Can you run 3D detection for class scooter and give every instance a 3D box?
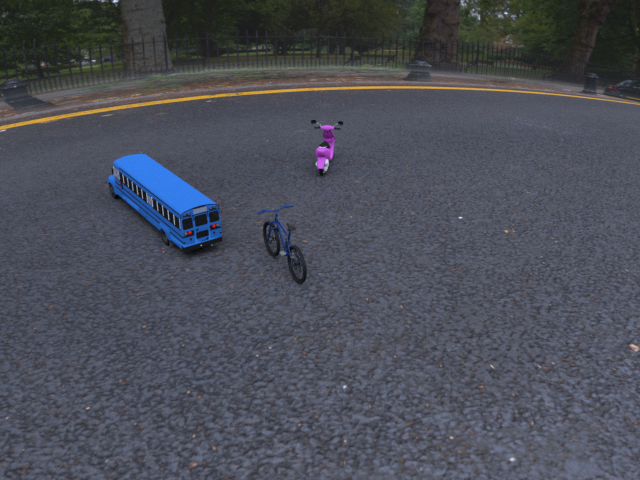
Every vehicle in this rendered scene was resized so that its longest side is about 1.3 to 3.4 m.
[{"bbox_3d":[0.118,-1.917,14.128,0.662,0.919,1.399,4,27,8],"label":"scooter"}]

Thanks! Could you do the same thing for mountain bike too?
[{"bbox_3d":[-0.537,0.026,10.339,0.573,0.868,1.469,-13,30,-24],"label":"mountain bike"}]

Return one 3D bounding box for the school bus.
[{"bbox_3d":[-2.749,-0.732,11.865,0.709,0.844,3.322,-18,32,-31],"label":"school bus"}]
